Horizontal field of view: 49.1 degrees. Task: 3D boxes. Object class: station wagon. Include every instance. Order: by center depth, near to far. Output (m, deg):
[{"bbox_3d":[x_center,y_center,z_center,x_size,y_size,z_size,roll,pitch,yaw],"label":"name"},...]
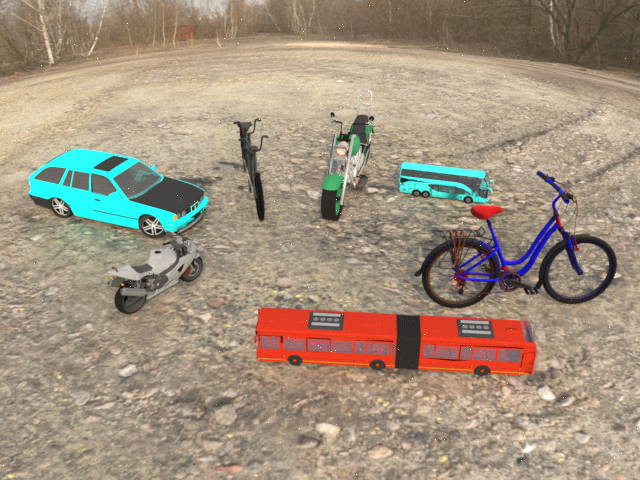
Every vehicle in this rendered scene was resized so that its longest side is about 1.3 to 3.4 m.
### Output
[{"bbox_3d":[-3.442,-0.886,11.946,3.105,0.920,1.327,12,32,19],"label":"station wagon"}]

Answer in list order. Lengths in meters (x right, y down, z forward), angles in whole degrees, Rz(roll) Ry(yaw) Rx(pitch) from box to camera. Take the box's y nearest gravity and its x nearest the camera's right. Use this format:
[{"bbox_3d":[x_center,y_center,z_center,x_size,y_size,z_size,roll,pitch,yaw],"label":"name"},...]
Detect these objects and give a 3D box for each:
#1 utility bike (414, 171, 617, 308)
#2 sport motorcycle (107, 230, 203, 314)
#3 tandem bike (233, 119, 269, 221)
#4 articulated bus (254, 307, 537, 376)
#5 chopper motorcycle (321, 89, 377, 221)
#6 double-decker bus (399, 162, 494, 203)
[{"bbox_3d":[2.658,0.049,9.418,2.791,1.839,1.039,-2,30,-3],"label":"utility bike"},{"bbox_3d":[-2.249,0.442,9.755,0.506,0.821,1.520,24,38,35],"label":"sport motorcycle"},{"bbox_3d":[-1.258,-1.529,12.652,0.550,1.326,3.192,-6,31,-10],"label":"tandem bike"},{"bbox_3d":[0.881,1.245,8.629,3.401,0.561,0.605,2,30,4],"label":"articulated bus"},{"bbox_3d":[0.515,-1.584,12.592,0.906,1.480,3.040,8,31,13],"label":"chopper motorcycle"},{"bbox_3d":[2.258,-1.022,12.559,1.672,0.541,0.389,8,31,14],"label":"double-decker bus"}]
